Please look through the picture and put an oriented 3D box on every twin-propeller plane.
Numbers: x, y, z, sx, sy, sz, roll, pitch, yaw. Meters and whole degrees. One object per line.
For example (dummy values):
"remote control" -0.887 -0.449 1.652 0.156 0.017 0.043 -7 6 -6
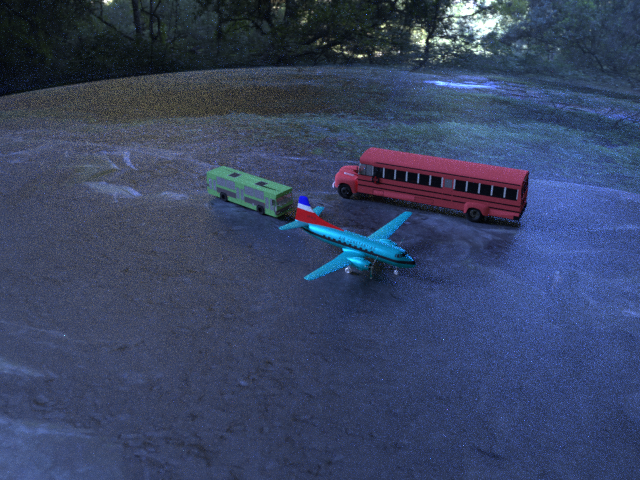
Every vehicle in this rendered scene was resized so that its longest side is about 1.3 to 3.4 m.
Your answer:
"twin-propeller plane" 0.472 -0.065 10.173 2.129 0.792 2.663 19 32 32

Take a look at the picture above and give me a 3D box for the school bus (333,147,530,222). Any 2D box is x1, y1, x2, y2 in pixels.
"school bus" 1.811 -0.977 11.929 3.322 0.844 0.709 12 29 22

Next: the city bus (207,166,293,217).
"city bus" -1.227 -0.829 12.061 1.674 0.460 0.476 20 33 34
